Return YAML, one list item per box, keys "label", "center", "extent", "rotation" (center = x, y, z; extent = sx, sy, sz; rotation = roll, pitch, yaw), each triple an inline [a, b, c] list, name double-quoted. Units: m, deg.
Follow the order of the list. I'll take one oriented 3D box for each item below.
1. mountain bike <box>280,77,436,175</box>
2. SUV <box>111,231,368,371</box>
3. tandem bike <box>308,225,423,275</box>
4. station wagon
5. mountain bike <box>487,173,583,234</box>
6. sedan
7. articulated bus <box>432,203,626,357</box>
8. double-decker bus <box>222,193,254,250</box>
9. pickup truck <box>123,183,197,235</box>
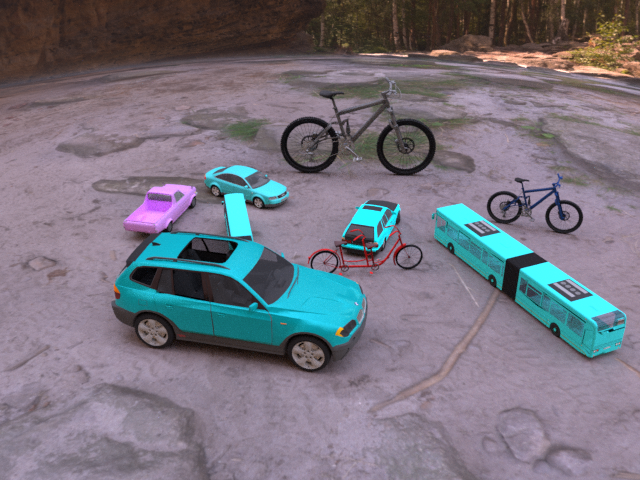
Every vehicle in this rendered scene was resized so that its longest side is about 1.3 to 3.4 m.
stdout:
- label: "mountain bike"
  center: [0.693, -1.986, 12.726]
  extent: [2.857, 1.688, 1.114]
  rotation: [2, 28, 3]
- label: "SUV"
  center: [-0.958, 0.628, 8.388]
  extent: [3.058, 1.128, 1.276]
  rotation: [6, 29, 12]
- label: "tandem bike"
  center: [0.642, 0.158, 9.751]
  extent: [1.642, 0.682, 0.283]
  rotation: [-4, 28, -7]
- label: "station wagon"
  center: [0.816, -0.298, 10.835]
  extent: [0.682, 0.473, 1.597]
  rotation: [9, 29, 17]
- label: "mountain bike"
  center: [3.362, -0.574, 10.936]
  extent: [1.469, 0.868, 0.573]
  rotation: [11, 30, 20]
- label: "sedan"
  center: [-1.275, -0.974, 12.102]
  extent: [1.613, 0.483, 0.635]
  rotation: [17, 32, 28]
- label: "articulated bus"
  center: [2.634, 0.405, 9.414]
  extent: [0.605, 0.561, 3.401]
  rotation: [-12, 30, -21]
- label: "double-decker bus"
  center: [-1.241, -0.203, 10.584]
  extent: [0.389, 0.541, 1.672]
  rotation: [-5, 28, -9]
- label: "pickup truck"
  center: [-2.543, -0.548, 11.267]
  extent: [0.640, 0.511, 1.603]
  rotation: [7, 29, 12]
